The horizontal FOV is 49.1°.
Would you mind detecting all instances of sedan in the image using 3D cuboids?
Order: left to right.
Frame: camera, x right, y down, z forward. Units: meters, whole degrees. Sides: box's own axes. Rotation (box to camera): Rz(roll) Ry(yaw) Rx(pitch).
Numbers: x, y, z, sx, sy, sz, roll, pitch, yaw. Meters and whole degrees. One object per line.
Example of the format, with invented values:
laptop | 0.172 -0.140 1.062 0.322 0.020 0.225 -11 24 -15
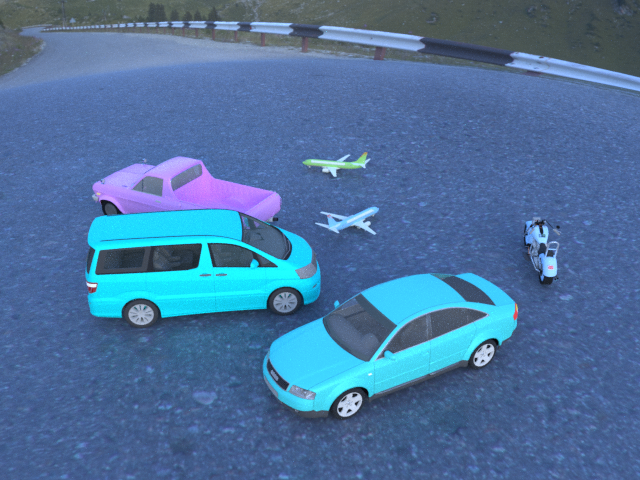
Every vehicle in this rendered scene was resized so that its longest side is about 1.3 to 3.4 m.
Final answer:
sedan | 0.847 1.048 8.017 3.137 0.940 1.235 -14 31 -25

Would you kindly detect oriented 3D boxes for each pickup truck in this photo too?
pickup truck | -2.199 -0.735 11.331 3.117 0.993 1.244 14 31 25

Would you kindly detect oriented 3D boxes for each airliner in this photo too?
airliner | 0.288 -1.540 13.453 1.307 0.429 1.161 7 29 13
airliner | 0.541 -0.412 11.321 1.161 0.429 1.307 24 36 37

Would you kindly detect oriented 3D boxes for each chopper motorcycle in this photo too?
chopper motorcycle | 3.185 0.029 10.133 0.466 0.761 1.563 2 28 4

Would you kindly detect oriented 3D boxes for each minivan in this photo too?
minivan | -1.496 0.276 9.201 3.011 1.197 1.324 -4 28 -8
